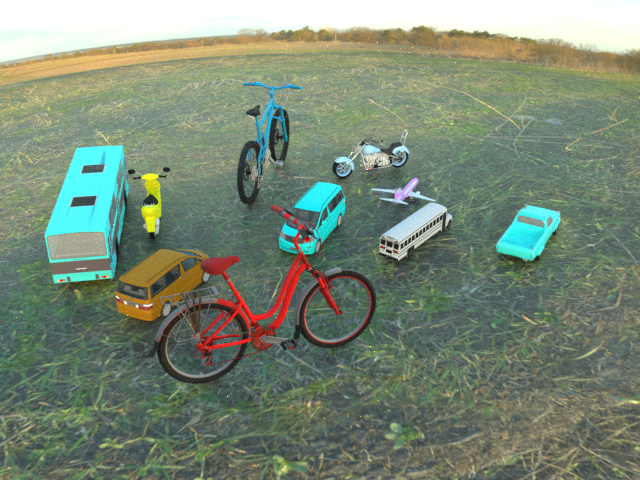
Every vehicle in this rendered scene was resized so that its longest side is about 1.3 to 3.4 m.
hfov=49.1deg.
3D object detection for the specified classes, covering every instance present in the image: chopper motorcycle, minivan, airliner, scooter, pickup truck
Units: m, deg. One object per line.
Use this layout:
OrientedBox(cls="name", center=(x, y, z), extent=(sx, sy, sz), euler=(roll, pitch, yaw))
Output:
OrientedBox(cls="chopper motorcycle", center=(0.973, -1.620, 13.179), extent=(1.563, 0.761, 0.466), euler=(-11, 31, -19))
OrientedBox(cls="minivan", center=(-0.110, -0.351, 11.014), extent=(0.681, 0.616, 1.548), euler=(11, 31, 19))
OrientedBox(cls="airliner", center=(1.510, -0.933, 12.271), extent=(1.161, 0.429, 1.307), euler=(13, 31, 22))
OrientedBox(cls="scooter", center=(-2.712, -0.665, 11.272), extent=(0.662, 0.919, 1.399), euler=(-4, 29, -8))
OrientedBox(cls="pickup truck", center=(3.230, -0.157, 10.771), extent=(0.640, 0.511, 1.603), euler=(16, 33, 27))
OrientedBox(cls="minivan", center=(-2.073, 0.487, 9.485), extent=(0.681, 0.616, 1.548), euler=(13, 31, 22))

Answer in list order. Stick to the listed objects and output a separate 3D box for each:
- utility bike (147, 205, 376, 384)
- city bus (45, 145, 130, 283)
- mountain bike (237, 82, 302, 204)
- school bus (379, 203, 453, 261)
OrientedBox(cls="utility bike", center=(-0.638, 0.607, 7.993), extent=(2.791, 1.839, 1.039), euler=(-12, 31, -20))
OrientedBox(cls="city bus", center=(-3.541, -0.470, 10.942), extent=(0.926, 0.894, 3.255), euler=(-5, 29, -8))
OrientedBox(cls="mountain bike", center=(-0.979, -1.828, 12.595), extent=(1.114, 1.688, 2.857), euler=(7, 29, 12))
OrientedBox(cls="school bus", center=(1.533, -0.171, 10.876), extent=(0.365, 0.434, 1.708), euler=(21, 35, 33))
